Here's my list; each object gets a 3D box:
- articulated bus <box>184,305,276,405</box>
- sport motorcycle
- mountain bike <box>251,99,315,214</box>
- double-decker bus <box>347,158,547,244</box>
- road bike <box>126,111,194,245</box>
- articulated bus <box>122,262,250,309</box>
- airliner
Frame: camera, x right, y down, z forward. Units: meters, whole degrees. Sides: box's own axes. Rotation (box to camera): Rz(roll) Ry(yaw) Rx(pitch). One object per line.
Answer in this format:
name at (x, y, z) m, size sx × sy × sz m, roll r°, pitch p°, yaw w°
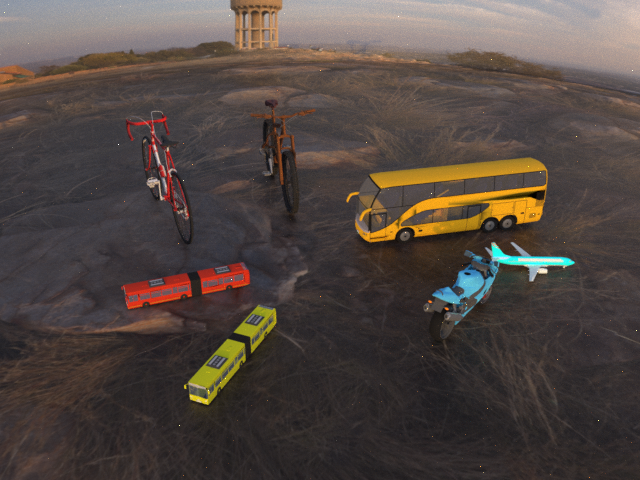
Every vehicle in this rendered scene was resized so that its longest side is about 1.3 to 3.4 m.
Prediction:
articulated bus at (-1.026, 1.345, 8.482) m, size 0.311 × 0.289 × 1.749 m, roll 11°, pitch 30°, yaw 20°
sport motorcycle at (1.873, 0.712, 9.104) m, size 0.506 × 0.821 × 1.520 m, roll 22°, pitch 35°, yaw 35°
mountain bike at (-0.745, -1.653, 12.620) m, size 1.114 × 1.688 × 2.857 m, roll -7°, pitch 29°, yaw -13°
double-decker bus at (2.093, -0.649, 11.413) m, size 3.251 × 1.052 × 0.756 m, roll -7°, pitch 29°, yaw -13°
road bike at (-2.591, -1.103, 11.623) m, size 0.697 × 1.656 × 3.004 m, roll -13°, pitch 31°, yaw -23°
articulated bus at (-1.860, 0.633, 9.819) m, size 1.749 × 0.289 × 0.311 m, roll -11°, pitch 30°, yaw -19°
airliner at (3.157, 0.229, 10.427) m, size 1.307 × 0.429 × 1.161 m, roll 0°, pitch 28°, yaw 0°
